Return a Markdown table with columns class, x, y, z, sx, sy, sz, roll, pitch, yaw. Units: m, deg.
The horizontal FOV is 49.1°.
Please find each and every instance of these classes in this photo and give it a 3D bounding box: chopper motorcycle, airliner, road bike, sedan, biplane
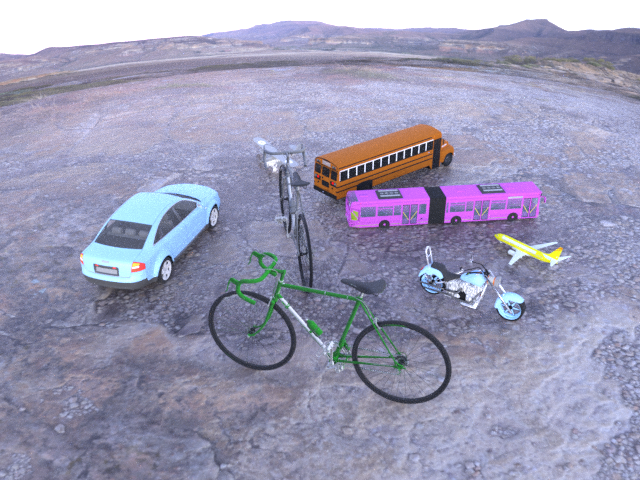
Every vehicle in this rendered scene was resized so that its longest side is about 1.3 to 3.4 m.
| class | x | y | z | sx | sy | sz | roll | pitch | yaw |
| --- | --- | --- | --- | --- | --- | --- | --- | --- | --- |
| chopper motorcycle | 2.118 | 0.606 | 9.797 | 1.563 | 0.761 | 0.466 | 17 | 33 | 27 |
| airliner | 3.288 | 0.066 | 11.102 | 1.161 | 0.429 | 1.307 | -20 | 35 | -31 |
| road bike | 0.044 | 1.039 | 8.108 | 3.004 | 1.656 | 0.697 | 10 | 31 | 16 |
| sedan | -2.601 | -0.272 | 11.183 | 1.235 | 0.940 | 3.137 | 8 | 30 | 14 |
| road bike | -0.404 | -0.458 | 10.783 | 0.696 | 1.656 | 3.004 | -5 | 30 | -10 |
| biplane | -0.769 | -1.692 | 14.166 | 1.090 | 0.504 | 1.336 | -23 | 36 | -34 |

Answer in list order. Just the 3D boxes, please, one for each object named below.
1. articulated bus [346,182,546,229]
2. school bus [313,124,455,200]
| class | x | y | z | sx | sy | sz | roll | pitch | yaw |
| --- | --- | --- | --- | --- | --- | --- | --- | --- | --- |
| articulated bus | 2.163 | -0.613 | 12.180 | 3.401 | 0.561 | 0.605 | -3 | 29 | -6 |
| school bus | 1.359 | -1.574 | 13.606 | 3.322 | 0.844 | 0.709 | -22 | 36 | -34 |
